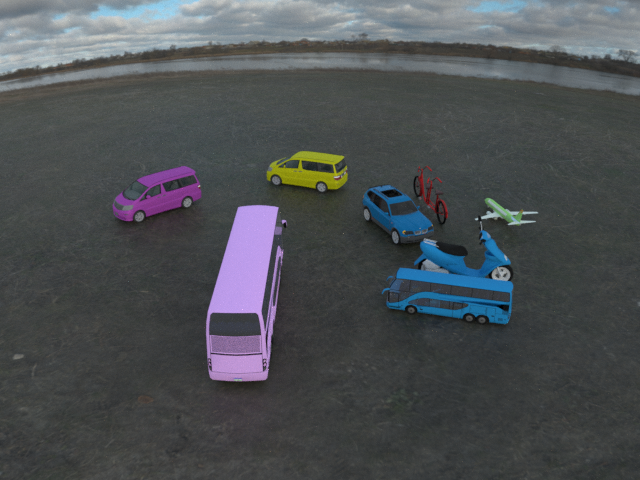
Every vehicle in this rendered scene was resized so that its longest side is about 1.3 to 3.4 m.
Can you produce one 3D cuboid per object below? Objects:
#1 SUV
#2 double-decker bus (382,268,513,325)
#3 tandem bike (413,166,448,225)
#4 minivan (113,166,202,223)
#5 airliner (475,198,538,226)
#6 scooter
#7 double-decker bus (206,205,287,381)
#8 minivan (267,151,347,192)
[{"bbox_3d":[1.263,-0.452,11.568,0.656,0.580,1.572,-11,29,-22],"label":"SUV"},{"bbox_3d":[1.671,0.731,9.222,1.672,0.541,0.389,7,27,14],"label":"double-decker bus"},{"bbox_3d":[1.919,-0.835,12.227,0.283,0.682,1.642,-5,27,-11],"label":"tandem bike"},{"bbox_3d":[-2.863,-0.812,12.255,1.548,0.616,0.681,-21,33,-36],"label":"minivan"},{"bbox_3d":[3.128,-0.556,11.947,1.161,0.429,1.307,-6,27,-13],"label":"airliner"},{"bbox_3d":[2.054,0.181,9.906,1.399,0.919,0.662,5,27,9],"label":"scooter"},{"bbox_3d":[-0.895,0.520,9.071,0.756,1.052,3.251,0,26,1],"label":"double-decker bus"},{"bbox_3d":[-0.265,-1.348,13.337,1.548,0.616,0.681,10,28,20],"label":"minivan"}]
